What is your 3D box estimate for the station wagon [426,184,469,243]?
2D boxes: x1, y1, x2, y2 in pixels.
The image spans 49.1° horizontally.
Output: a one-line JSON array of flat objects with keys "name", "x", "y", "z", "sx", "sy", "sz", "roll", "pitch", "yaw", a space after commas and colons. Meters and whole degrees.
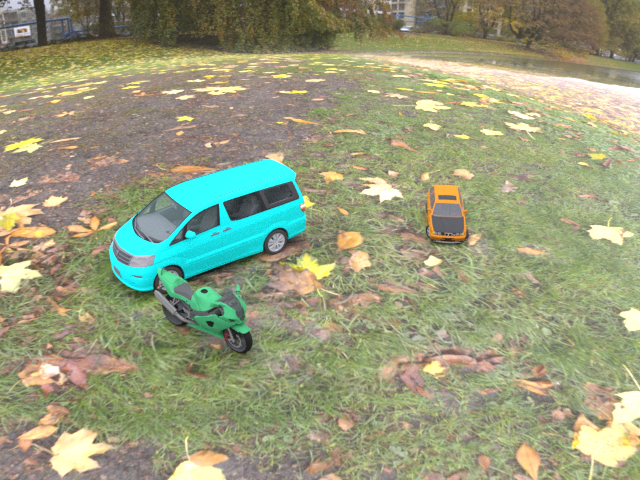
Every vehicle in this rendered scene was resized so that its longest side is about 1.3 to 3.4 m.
[{"name": "station wagon", "x": 2.110, "y": -0.486, "z": 11.704, "sx": 0.682, "sy": 0.473, "sz": 1.597, "roll": 3, "pitch": 29, "yaw": 5}]

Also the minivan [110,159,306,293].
[{"name": "minivan", "x": -1.681, "y": -0.271, "z": 10.574, "sx": 3.011, "sy": 1.197, "sz": 1.324, "roll": -20, "pitch": 35, "yaw": -32}]

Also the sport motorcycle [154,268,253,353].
[{"name": "sport motorcycle", "x": -1.467, "y": 0.893, "z": 8.870, "sx": 1.520, "sy": 0.821, "sz": 0.506, "roll": 18, "pitch": 34, "yaw": 30}]
